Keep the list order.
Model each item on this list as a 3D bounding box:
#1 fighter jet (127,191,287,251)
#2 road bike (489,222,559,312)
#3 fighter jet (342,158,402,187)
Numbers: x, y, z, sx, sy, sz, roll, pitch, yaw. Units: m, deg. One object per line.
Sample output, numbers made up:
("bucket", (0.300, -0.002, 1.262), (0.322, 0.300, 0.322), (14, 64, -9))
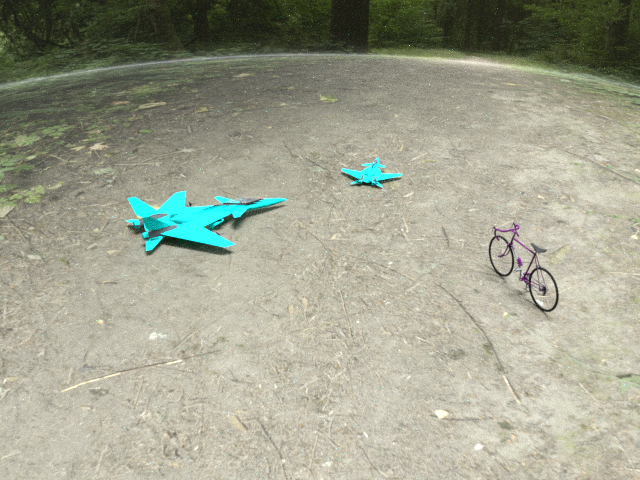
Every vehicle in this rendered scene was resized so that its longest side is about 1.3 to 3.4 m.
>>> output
("fighter jet", (-1.719, -0.542, 11.379), (2.640, 0.557, 2.229), (-15, 32, -25))
("road bike", (2.739, 0.325, 9.465), (0.358, 0.852, 1.545), (-11, 30, -19))
("fighter jet", (0.996, -1.386, 13.224), (1.147, 0.286, 1.358), (6, 29, 12))
